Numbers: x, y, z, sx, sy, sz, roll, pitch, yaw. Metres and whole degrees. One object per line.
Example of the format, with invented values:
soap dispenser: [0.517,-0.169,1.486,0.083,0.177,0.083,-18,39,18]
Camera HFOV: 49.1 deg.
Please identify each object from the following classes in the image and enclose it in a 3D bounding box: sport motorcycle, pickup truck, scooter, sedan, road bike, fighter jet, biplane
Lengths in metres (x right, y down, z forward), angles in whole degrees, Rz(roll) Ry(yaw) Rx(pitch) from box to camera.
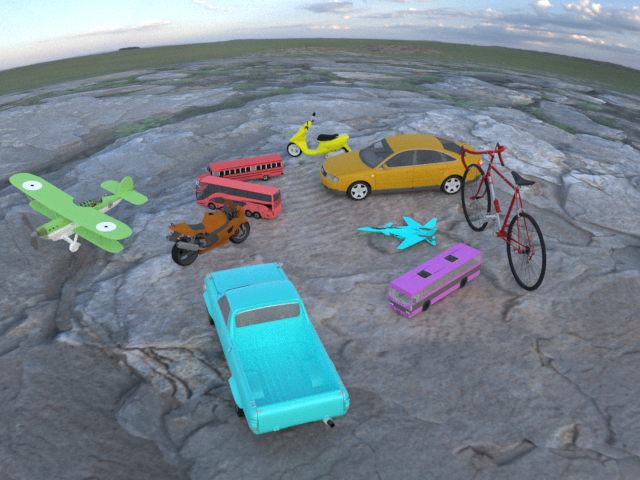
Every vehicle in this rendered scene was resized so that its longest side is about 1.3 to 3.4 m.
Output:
sport motorcycle: [-1.744,-0.136,11.170,1.520,0.821,0.506,-24,37,-36]
pickup truck: [-0.657,1.145,8.718,1.244,0.993,3.117,-9,31,-15]
scooter: [-0.025,-2.115,14.589,1.399,0.919,0.662,6,30,11]
sedan: [1.545,-1.475,13.429,3.137,0.940,1.235,-4,30,-8]
road bike: [2.824,-0.487,10.942,0.697,1.656,3.004,-6,30,-10]
fighter jet: [1.297,-0.202,11.833,1.358,0.286,1.147,5,30,9]
biplane: [-3.845,-0.453,11.571,2.598,0.981,2.120,18,34,29]

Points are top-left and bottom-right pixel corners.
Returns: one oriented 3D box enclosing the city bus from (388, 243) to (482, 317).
city bus: [1.704,0.582,10.261,1.674,0.460,0.476,-25,38,-37]

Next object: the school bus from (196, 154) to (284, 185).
school bus: [-1.577,-1.339,13.703,1.708,0.434,0.365,-11,31,-19]

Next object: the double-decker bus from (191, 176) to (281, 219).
double-decker bus: [-1.499,-0.774,12.591,1.672,0.541,0.389,12,31,20]
